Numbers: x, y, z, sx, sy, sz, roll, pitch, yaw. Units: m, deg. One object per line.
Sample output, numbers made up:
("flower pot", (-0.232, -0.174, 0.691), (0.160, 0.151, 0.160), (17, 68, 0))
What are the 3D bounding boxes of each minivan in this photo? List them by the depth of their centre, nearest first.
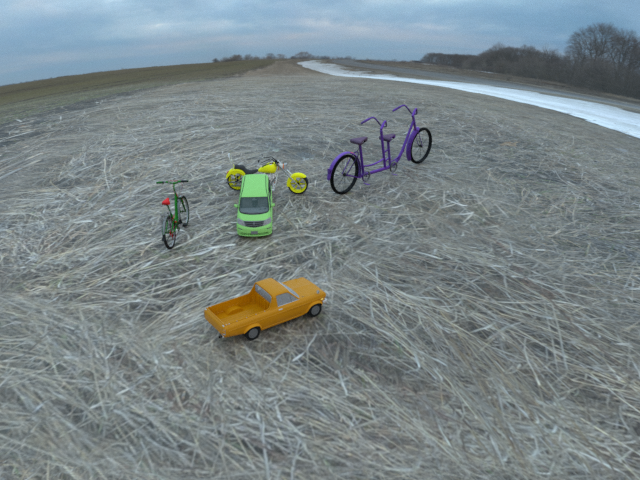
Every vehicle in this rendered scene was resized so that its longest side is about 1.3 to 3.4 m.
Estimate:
("minivan", (-1.112, -0.600, 12.005), (0.681, 0.616, 1.548), (-1, 26, -3))

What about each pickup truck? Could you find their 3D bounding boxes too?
("pickup truck", (-0.696, 0.835, 9.169), (1.603, 0.511, 0.640), (-17, 31, -31))

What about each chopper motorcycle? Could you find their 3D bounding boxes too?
("chopper motorcycle", (-1.003, -1.252, 13.182), (1.563, 0.761, 0.466), (2, 26, 4))

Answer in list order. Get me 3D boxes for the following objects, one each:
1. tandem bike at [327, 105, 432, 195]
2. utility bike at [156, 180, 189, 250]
("tandem bike", (1.251, -1.831, 13.726), (0.550, 1.326, 3.192), (23, 34, 39))
("utility bike", (-2.408, -0.474, 11.366), (0.535, 0.946, 1.435), (2, 26, 5))
